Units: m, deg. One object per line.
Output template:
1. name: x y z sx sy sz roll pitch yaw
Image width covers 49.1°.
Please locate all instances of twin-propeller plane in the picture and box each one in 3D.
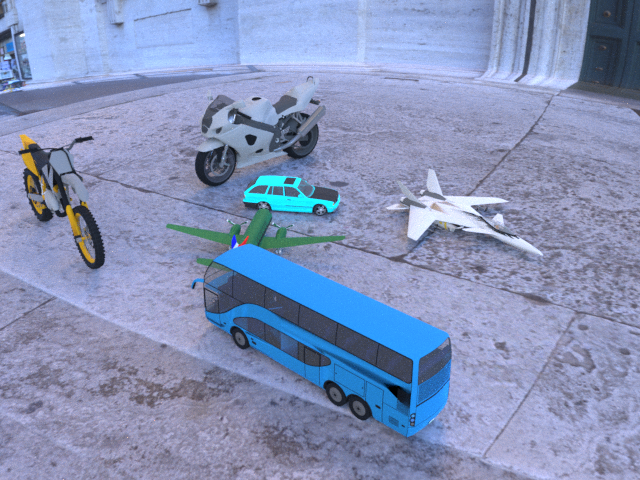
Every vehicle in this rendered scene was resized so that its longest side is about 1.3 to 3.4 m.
1. twin-propeller plane: -0.983 -0.091 9.972 2.663 0.792 2.129 4 27 8

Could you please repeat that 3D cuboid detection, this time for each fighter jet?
1. fighter jet: 2.349 -0.396 10.829 2.229 0.557 2.640 -21 34 -35

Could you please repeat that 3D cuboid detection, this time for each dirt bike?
1. dirt bike: -3.833 -0.718 10.240 1.024 1.666 2.903 -20 33 -34

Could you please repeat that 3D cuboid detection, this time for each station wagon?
1. station wagon: -0.461 -0.768 11.651 1.597 0.473 0.682 4 27 8

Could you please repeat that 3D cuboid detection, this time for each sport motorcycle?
1. sport motorcycle: -1.094 -2.036 12.901 2.955 1.596 0.983 -24 36 -39

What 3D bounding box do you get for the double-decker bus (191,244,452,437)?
1. double-decker bus: -0.091 0.951 7.643 3.251 1.052 0.756 23 35 37
